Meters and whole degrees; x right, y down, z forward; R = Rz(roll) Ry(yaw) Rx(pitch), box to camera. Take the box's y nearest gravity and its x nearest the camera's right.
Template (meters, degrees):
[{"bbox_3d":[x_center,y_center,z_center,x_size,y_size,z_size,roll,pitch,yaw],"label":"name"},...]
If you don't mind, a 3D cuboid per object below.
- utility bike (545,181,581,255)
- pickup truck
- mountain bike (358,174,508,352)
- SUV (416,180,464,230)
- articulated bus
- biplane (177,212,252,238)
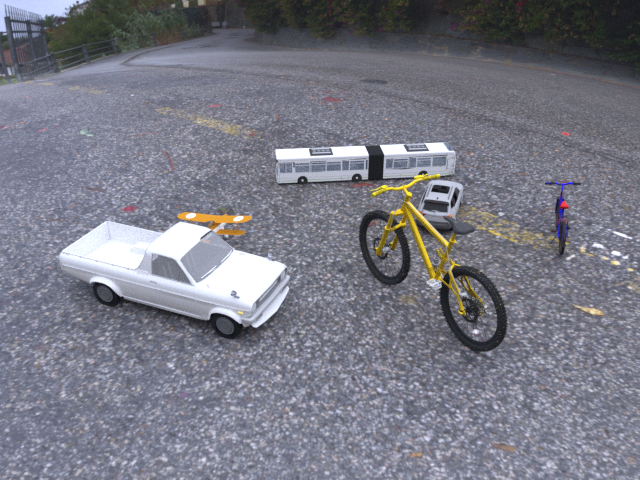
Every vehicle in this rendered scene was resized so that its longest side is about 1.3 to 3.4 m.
[{"bbox_3d":[3.730,-0.414,10.927,0.535,0.946,1.435,6,30,11],"label":"utility bike"},{"bbox_3d":[-1.995,0.351,9.520,3.117,0.993,1.244,12,31,20],"label":"pickup truck"},{"bbox_3d":[1.382,0.211,9.060,1.114,1.688,2.857,-18,34,-28],"label":"mountain bike"},{"bbox_3d":[2.036,-0.682,11.776,0.656,0.580,1.572,8,30,15],"label":"SUV"},{"bbox_3d":[0.821,-1.452,13.162,3.401,0.561,0.605,-3,30,-5],"label":"articulated bus"},{"bbox_3d":[-1.731,-0.161,10.927,1.336,0.504,1.090,12,32,21],"label":"biplane"}]
